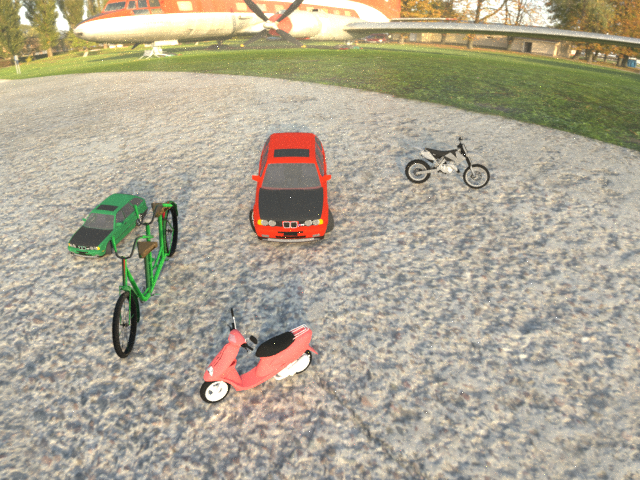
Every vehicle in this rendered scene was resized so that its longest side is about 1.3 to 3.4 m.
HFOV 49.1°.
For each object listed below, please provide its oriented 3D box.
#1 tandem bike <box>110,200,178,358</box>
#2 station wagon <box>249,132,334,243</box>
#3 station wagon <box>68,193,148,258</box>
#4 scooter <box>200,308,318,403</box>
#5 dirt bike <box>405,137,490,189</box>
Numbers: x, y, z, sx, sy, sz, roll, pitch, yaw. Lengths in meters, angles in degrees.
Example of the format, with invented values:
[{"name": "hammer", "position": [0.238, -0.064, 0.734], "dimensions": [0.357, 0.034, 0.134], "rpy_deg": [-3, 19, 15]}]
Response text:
[{"name": "tandem bike", "position": [-2.224, 0.172, 9.078], "dimensions": [0.550, 1.326, 3.192], "rpy_deg": [1, 29, 2]}, {"name": "station wagon", "position": [-0.465, -1.002, 11.640], "dimensions": [1.327, 0.920, 3.105], "rpy_deg": [0, 29, -1]}, {"name": "station wagon", "position": [-3.260, -0.273, 10.776], "dimensions": [0.682, 0.473, 1.597], "rpy_deg": [7, 29, 12]}, {"name": "scooter", "position": [-0.661, 1.224, 7.583], "dimensions": [1.399, 0.919, 0.662], "rpy_deg": [-15, 32, -25]}, {"name": "dirt bike", "position": [2.253, -1.341, 12.325], "dimensions": [1.493, 0.857, 0.527], "rpy_deg": [7, 29, 12]}]
